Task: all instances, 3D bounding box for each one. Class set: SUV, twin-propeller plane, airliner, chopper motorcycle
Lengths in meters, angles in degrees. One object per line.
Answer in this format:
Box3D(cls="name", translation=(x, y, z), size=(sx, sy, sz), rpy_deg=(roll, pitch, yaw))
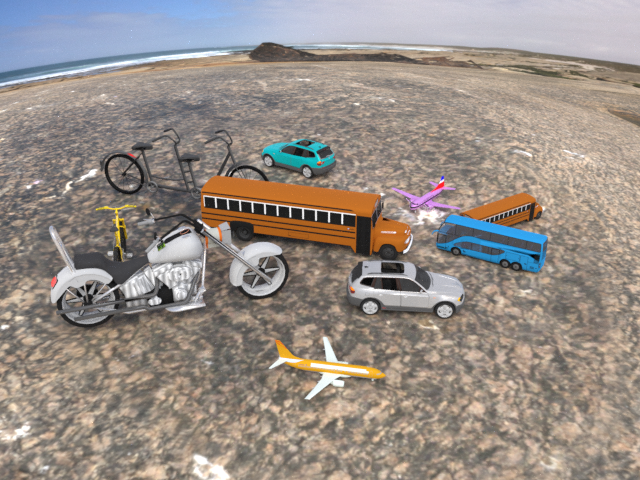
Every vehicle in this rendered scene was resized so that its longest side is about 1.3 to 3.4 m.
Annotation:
Box3D(cls="SUV", translation=(1.138, 0.616, 9.315), size=(1.572, 0.580, 0.656), rpy_deg=(2, 28, 4))
Box3D(cls="twin-propeller plane", translation=(1.882, -0.787, 12.172), size=(1.370, 0.407, 1.095), rpy_deg=(21, 34, 34))
Box3D(cls="airliner", translation=(0.106, 1.384, 8.013), size=(1.307, 0.429, 1.161), rpy_deg=(5, 28, 9))
Box3D(cls="chopper motorcycle", translation=(-1.882, 0.288, 8.972), size=(3.040, 1.480, 0.906), rpy_deg=(-10, 29, -18))
Box3D(cls="SUV", translation=(-0.427, -1.671, 13.669), size=(1.572, 0.580, 0.656), rpy_deg=(19, 33, 32))

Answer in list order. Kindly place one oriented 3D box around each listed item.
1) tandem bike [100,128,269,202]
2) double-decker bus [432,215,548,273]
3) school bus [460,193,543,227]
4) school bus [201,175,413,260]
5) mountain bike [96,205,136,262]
Box3D(cls="tandem bike", translation=(-2.394, -1.294, 12.149), size=(3.192, 1.326, 0.550), rpy_deg=(7, 28, 12))
Box3D(cls="double-decker bus", translation=(2.521, 0.035, 10.462), size=(1.672, 0.541, 0.389), rpy_deg=(15, 31, 26))
Box3D(cls="school bus", translation=(2.994, -0.418, 11.440), size=(1.708, 0.434, 0.365), rpy_deg=(-18, 32, -30))
Box3D(cls="school bus", translation=(-0.210, -0.377, 10.922), size=(3.322, 0.844, 0.709), rpy_deg=(8, 29, 14))
Box3D(cls="mountain bike", translation=(-2.909, 0.025, 10.130), size=(0.573, 0.868, 1.469), rpy_deg=(-5, 28, -10))
